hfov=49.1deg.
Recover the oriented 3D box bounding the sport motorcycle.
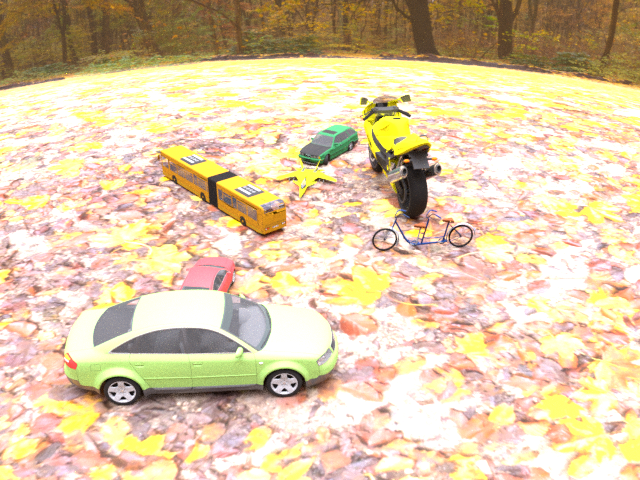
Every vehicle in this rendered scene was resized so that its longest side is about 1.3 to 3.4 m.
[{"bbox_3d":[1.356,-1.593,12.548,0.983,1.596,2.955,-6,29,-11],"label":"sport motorcycle"}]

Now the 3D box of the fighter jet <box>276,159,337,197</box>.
[{"bbox_3d":[-0.272,-1.162,13.132,1.147,0.286,1.358,3,28,6],"label":"fighter jet"}]

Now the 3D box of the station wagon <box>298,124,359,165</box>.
[{"bbox_3d":[0.179,-2.010,14.514,0.682,0.473,1.597,17,33,28],"label":"station wagon"}]

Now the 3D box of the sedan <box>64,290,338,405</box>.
[{"bbox_3d":[-1.352,1.140,8.148,3.137,0.940,1.235,-2,28,-3],"label":"sedan"}]

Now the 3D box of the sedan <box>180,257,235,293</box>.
[{"bbox_3d":[-1.580,0.612,9.615,0.635,0.483,1.613,3,28,6],"label":"sedan"}]

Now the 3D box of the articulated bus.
[{"bbox_3d":[-1.808,-0.956,12.456,0.605,0.561,3.401,-22,35,-34],"label":"articulated bus"}]

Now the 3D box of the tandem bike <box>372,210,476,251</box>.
[{"bbox_3d":[1.621,-0.158,10.840,1.642,0.682,0.283,-3,28,-5],"label":"tandem bike"}]
